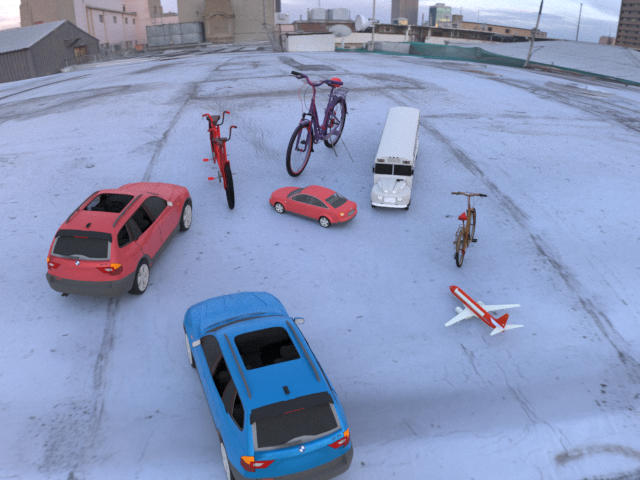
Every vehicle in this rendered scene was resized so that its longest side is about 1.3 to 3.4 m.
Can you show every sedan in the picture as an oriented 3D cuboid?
[{"bbox_3d":[-0.138,-0.653,11.817,1.613,0.483,0.635,18,34,29],"label":"sedan"}]

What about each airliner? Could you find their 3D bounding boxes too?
[{"bbox_3d":[2.073,0.830,9.206,1.161,0.429,1.307,-12,31,-20],"label":"airliner"}]

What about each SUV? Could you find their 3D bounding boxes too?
[{"bbox_3d":[-0.659,1.365,7.526,1.276,1.128,3.058,-10,31,-18],"label":"SUV"},{"bbox_3d":[-2.892,-0.232,10.397,1.276,1.128,3.058,5,29,8],"label":"SUV"}]

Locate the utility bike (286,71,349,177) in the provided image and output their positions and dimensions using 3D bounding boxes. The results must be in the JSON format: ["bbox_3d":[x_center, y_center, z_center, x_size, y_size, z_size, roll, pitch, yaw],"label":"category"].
[{"bbox_3d":[0.083,-2.389,13.544,1.039,1.839,2.791,13,31,21],"label":"utility bike"}]

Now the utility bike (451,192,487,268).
[{"bbox_3d":[2.171,-0.226,10.574,0.535,0.946,1.435,11,31,19],"label":"utility bike"}]

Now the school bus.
[{"bbox_3d":[1.452,-1.582,13.117,0.709,0.844,3.322,5,29,9],"label":"school bus"}]

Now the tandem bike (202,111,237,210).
[{"bbox_3d":[-1.839,-1.705,12.843,0.550,1.326,3.192,-7,30,-12],"label":"tandem bike"}]
